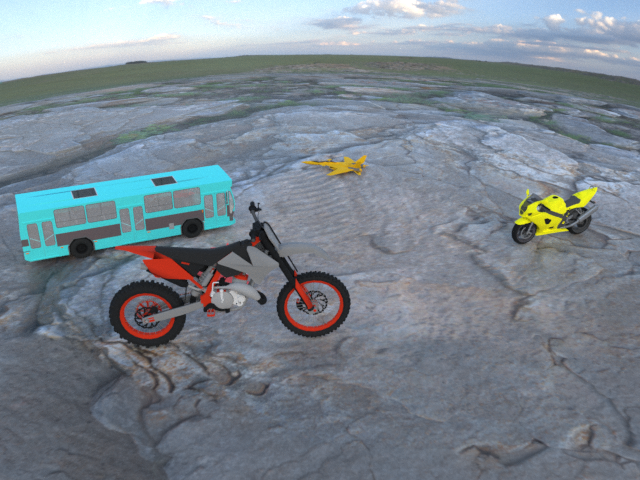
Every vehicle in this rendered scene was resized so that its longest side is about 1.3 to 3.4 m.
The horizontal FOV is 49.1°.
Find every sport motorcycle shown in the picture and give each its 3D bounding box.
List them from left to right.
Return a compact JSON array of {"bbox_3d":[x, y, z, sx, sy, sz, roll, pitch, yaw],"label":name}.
[{"bbox_3d":[3.718,-0.400,11.108,1.520,0.821,0.506,-10,28,-19],"label":"sport motorcycle"}]

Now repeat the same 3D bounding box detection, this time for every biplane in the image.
[{"bbox_3d":[-1.428,0.389,9.864,1.336,0.504,1.090,4,27,8],"label":"biplane"}]

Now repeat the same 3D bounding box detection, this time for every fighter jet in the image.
[{"bbox_3d":[0.252,-1.574,14.099,1.358,0.286,1.147,9,28,17],"label":"fighter jet"}]

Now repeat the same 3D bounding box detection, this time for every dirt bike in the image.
[{"bbox_3d":[-1.070,0.501,8.320,2.903,1.666,1.024,-2,26,-5],"label":"dirt bike"}]

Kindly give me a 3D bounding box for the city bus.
[{"bbox_3d":[-3.019,-0.427,11.080,3.255,0.894,0.926,-11,28,-22],"label":"city bus"}]
